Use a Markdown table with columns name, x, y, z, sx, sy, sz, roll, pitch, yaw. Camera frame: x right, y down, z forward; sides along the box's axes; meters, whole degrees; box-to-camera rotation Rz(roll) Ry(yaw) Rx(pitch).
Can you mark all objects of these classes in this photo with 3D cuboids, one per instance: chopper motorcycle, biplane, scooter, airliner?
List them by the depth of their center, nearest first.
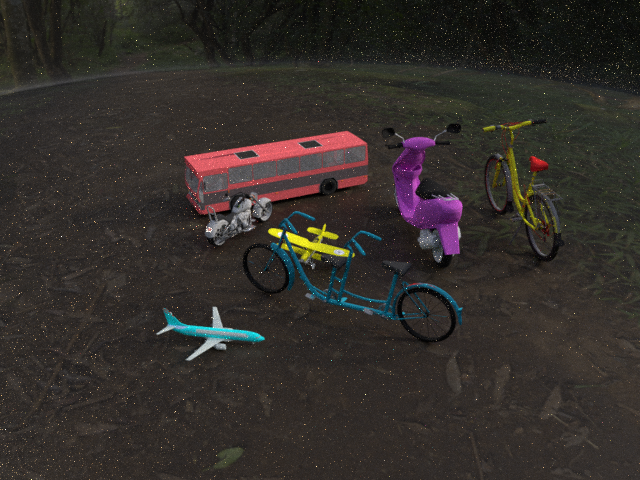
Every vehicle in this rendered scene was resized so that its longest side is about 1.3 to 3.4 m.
| name | x | y | z | sx | sy | sz | roll | pitch | yaw |
| --- | --- | --- | --- | --- | --- | --- | --- | --- | --- |
| airliner | -1.337 | 1.083 | 8.739 | 1.307 | 0.429 | 1.161 | 4 | 28 | 7 |
| biplane | -0.080 | 0.100 | 10.543 | 1.336 | 0.504 | 1.090 | 9 | 29 | 17 |
| scooter | 1.632 | -0.831 | 10.942 | 1.288 | 1.786 | 2.721 | -5 | 28 | -10 |
| chopper motorcycle | -1.284 | -0.443 | 11.308 | 0.466 | 0.761 | 1.563 | 17 | 32 | 29 |

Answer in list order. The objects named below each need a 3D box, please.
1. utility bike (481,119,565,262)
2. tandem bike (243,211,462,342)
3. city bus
| name | x | y | z | sx | sy | sz | roll | pitch | yaw |
| --- | --- | --- | --- | --- | --- | --- | --- | --- | --- |
| utility bike | 3.083 | -0.879 | 10.978 | 1.039 | 1.839 | 2.791 | -5 | 28 | -9 |
| tandem bike | 0.313 | 0.432 | 9.018 | 3.192 | 1.326 | 0.550 | 14 | 31 | 25 |
| city bus | -0.745 | -1.212 | 12.638 | 3.255 | 0.894 | 0.926 | -12 | 30 | -22 |
